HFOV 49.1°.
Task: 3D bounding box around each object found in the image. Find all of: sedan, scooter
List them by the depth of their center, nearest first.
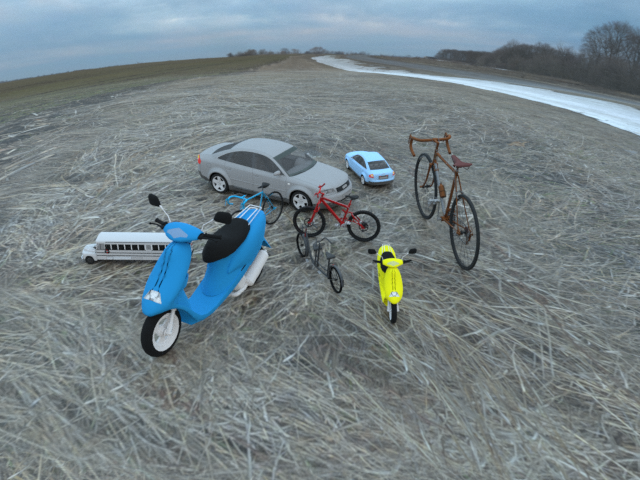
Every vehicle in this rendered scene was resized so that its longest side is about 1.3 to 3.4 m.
[{"bbox_3d":[-1.470,0.218,9.222,1.288,1.786,2.721,14,30,26],"label":"scooter"},{"bbox_3d":[0.968,0.453,9.720,0.662,0.919,1.399,0,27,-1],"label":"scooter"},{"bbox_3d":[-0.878,-1.343,13.249,3.137,0.940,1.235,14,30,26],"label":"sedan"},{"bbox_3d":[0.981,-1.533,14.130,0.635,0.483,1.613,-8,28,-16],"label":"sedan"}]

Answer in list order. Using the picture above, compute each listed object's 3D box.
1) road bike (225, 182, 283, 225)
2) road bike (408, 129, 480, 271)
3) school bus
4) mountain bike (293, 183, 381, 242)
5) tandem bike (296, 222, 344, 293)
[{"bbox_3d":[-1.081,-0.488,11.655,0.358,0.852,1.545,17,31,30],"label":"road bike"},{"bbox_3d":[2.006,-0.745,11.273,0.696,1.656,3.004,-5,27,-9],"label":"road bike"},{"bbox_3d":[-2.859,0.120,10.915,1.708,0.434,0.365,1,27,1],"label":"school bus"},{"bbox_3d":[0.269,-0.405,11.473,1.469,0.868,0.573,5,27,10],"label":"mountain bike"},{"bbox_3d":[-0.023,0.209,10.465,0.283,0.682,1.642,-12,29,-22],"label":"tandem bike"}]
